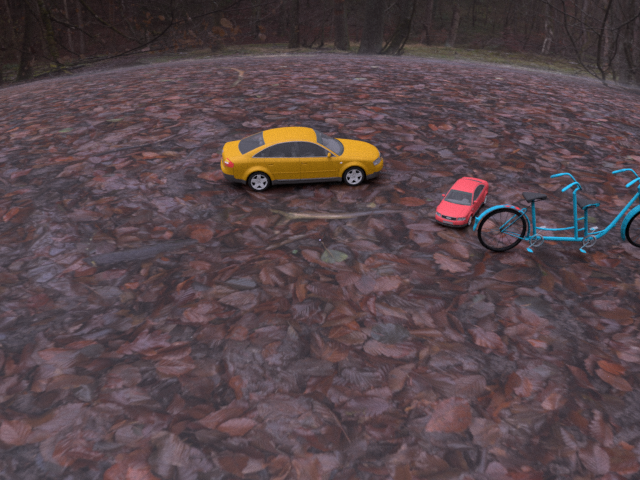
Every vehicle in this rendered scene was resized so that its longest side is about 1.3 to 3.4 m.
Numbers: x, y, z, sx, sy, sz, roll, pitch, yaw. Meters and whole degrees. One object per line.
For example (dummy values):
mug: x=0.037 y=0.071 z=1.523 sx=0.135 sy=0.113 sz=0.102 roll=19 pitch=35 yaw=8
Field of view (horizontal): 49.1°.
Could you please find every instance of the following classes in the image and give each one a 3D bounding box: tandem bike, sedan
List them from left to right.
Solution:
sedan: x=-0.337 y=-1.639 z=13.454 sx=3.137 sy=0.940 sz=1.235 roll=-4 pitch=29 yaw=-6
sedan: x=2.503 y=-0.722 z=12.270 sx=0.635 sy=0.483 sz=1.613 roll=14 pitch=32 yaw=24
tandem bike: x=3.981 y=-0.419 z=10.853 sx=3.192 sy=1.326 sz=0.550 roll=-1 pitch=29 yaw=-2
